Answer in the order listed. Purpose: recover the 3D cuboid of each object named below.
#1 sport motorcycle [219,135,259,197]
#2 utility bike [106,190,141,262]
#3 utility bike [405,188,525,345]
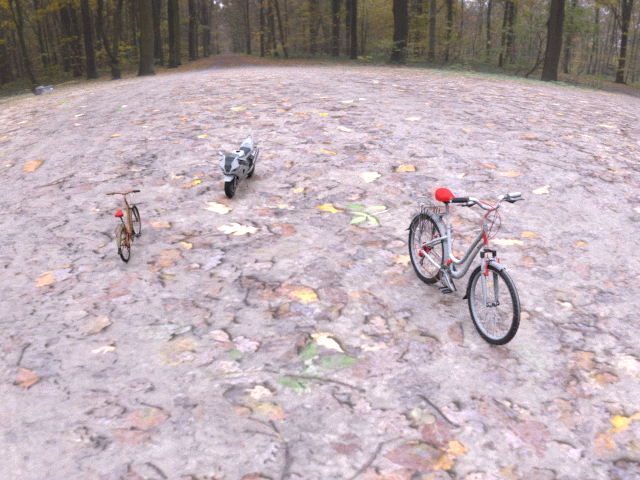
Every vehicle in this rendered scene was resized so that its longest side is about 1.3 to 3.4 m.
[{"bbox_3d":[-1.545,-1.424,13.441,0.506,0.821,1.520,6,28,12],"label":"sport motorcycle"},{"bbox_3d":[-3.101,-0.284,11.096,0.535,0.946,1.435,-1,27,-2],"label":"utility bike"},{"bbox_3d":[1.956,0.074,9.428,1.039,1.839,2.791,-11,29,-20],"label":"utility bike"}]
